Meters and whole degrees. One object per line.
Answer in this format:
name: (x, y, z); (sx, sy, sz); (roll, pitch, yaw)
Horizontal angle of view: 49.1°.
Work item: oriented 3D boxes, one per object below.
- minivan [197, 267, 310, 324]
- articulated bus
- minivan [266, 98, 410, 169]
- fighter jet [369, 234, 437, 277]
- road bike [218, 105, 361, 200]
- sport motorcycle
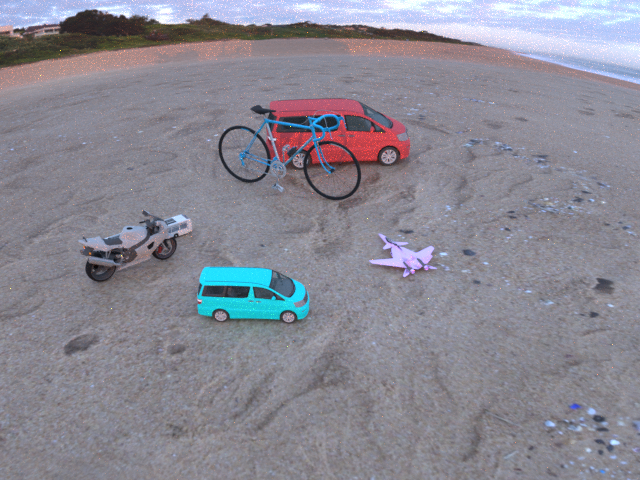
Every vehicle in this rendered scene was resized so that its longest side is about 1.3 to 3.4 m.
minivan: (-0.923, 0.741, 9.773); (1.548, 0.616, 0.681); (1, 29, 2)
articulated bus: (-2.939, -0.038, 11.500); (1.749, 0.289, 0.311); (-21, 35, -32)
minivan: (0.382, -2.264, 14.548); (3.011, 1.197, 1.324); (-3, 29, -6)
fighter jet: (1.269, 0.121, 11.218); (1.147, 0.286, 1.358); (-12, 32, -21)
road bike: (-0.622, -1.669, 13.014); (3.004, 1.656, 0.697); (13, 32, 22)
sport motorcycle: (-2.901, 0.101, 10.707); (1.520, 0.821, 0.506); (-21, 35, -32)
